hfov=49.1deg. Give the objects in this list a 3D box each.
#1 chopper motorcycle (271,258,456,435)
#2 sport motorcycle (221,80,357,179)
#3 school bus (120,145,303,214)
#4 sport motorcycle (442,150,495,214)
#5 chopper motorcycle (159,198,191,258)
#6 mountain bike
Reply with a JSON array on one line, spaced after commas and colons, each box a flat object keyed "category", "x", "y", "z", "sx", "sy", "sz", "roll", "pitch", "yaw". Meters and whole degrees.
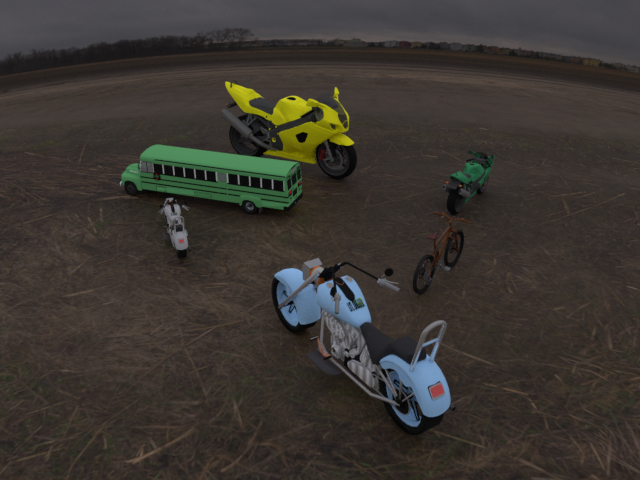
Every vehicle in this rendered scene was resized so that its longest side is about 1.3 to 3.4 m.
[{"category": "chopper motorcycle", "x": 0.316, "y": 0.878, "z": 7.708, "sx": 0.906, "sy": 1.480, "sz": 3.040, "roll": -17, "pitch": 32, "yaw": -29}, {"category": "sport motorcycle", "x": -0.593, "y": -2.140, "z": 13.417, "sx": 2.955, "sy": 1.596, "sz": 0.983, "roll": 16, "pitch": 31, "yaw": 28}, {"category": "school bus", "x": -1.969, "y": -1.092, "z": 12.209, "sx": 3.322, "sy": 0.844, "sz": 0.709, "roll": 9, "pitch": 29, "yaw": 17}, {"category": "sport motorcycle", "x": 2.583, "y": -1.014, "z": 12.082, "sx": 0.506, "sy": 0.821, "sz": 1.520, "roll": 18, "pitch": 32, "yaw": 31}, {"category": "chopper motorcycle", "x": -2.242, "y": -0.306, "z": 10.779, "sx": 0.466, "sy": 0.761, "sz": 1.563, "roll": -9, "pitch": 29, "yaw": -16}, {"category": "mountain bike", "x": 1.684, "y": 0.159, "z": 9.764, "sx": 0.573, "sy": 0.868, "sz": 1.469, "roll": 18, "pitch": 33, "yaw": 31}]
